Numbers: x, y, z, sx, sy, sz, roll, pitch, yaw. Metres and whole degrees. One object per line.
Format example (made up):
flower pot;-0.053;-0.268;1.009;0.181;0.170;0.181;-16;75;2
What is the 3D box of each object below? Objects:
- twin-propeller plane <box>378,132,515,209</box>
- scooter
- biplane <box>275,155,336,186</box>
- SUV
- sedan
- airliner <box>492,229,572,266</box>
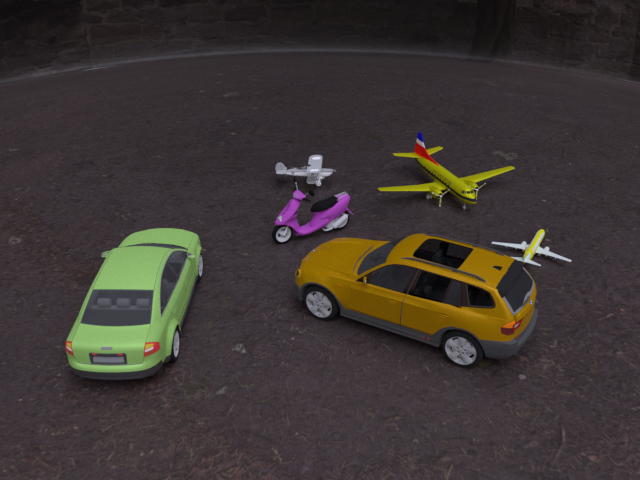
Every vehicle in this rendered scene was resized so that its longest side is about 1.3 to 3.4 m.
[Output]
twin-propeller plane;2.148;-1.205;12.207;2.663;0.792;2.129;-11;31;-18
scooter;-0.107;-0.471;10.740;1.399;0.919;0.662;-14;32;-24
biplane;-0.252;-1.237;12.562;1.090;0.504;1.336;1;29;2
SUV;1.145;0.526;8.707;3.058;1.128;1.276;16;32;26
sedan;-2.243;0.558;8.846;1.235;0.940;3.137;1;29;1
airliner;3.163;0.025;10.345;1.161;0.429;1.307;15;32;25
